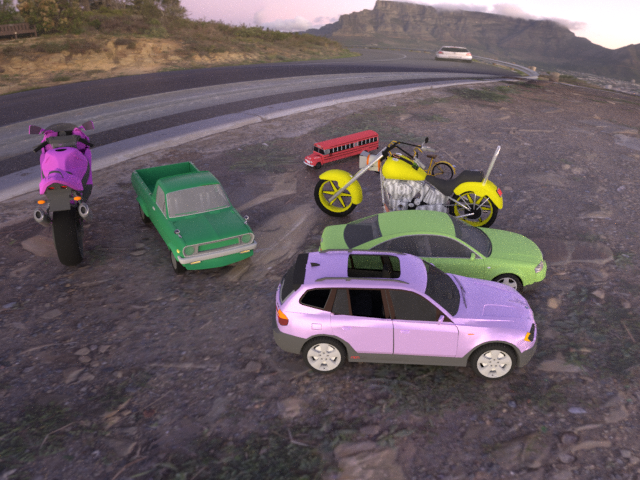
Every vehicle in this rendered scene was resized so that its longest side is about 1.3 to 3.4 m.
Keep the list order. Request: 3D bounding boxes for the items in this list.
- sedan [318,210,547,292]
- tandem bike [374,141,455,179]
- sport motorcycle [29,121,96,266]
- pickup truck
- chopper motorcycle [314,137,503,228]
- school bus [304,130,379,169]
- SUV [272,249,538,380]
[{"bbox_3d":[1.536,0.136,9.632,3.137,0.940,1.235,0,27,0],"label":"sedan"},{"bbox_3d":[1.722,-1.466,13.074,1.642,0.682,0.283,10,29,19],"label":"tandem bike"},{"bbox_3d":[-3.886,-0.805,10.761,0.983,1.596,2.955,-7,28,-14],"label":"sport motorcycle"},{"bbox_3d":[-2.056,-0.544,10.914,1.244,0.993,3.117,-13,29,-23],"label":"pickup truck"},{"bbox_3d":[1.379,-0.932,11.139,3.040,1.480,0.906,8,28,16],"label":"chopper motorcycle"},{"bbox_3d":[0.430,-1.827,14.060,1.708,0.434,0.365,-19,33,-33],"label":"school bus"},{"bbox_3d":[0.968,0.781,8.151,3.058,1.128,1.276,2,27,3],"label":"SUV"}]
